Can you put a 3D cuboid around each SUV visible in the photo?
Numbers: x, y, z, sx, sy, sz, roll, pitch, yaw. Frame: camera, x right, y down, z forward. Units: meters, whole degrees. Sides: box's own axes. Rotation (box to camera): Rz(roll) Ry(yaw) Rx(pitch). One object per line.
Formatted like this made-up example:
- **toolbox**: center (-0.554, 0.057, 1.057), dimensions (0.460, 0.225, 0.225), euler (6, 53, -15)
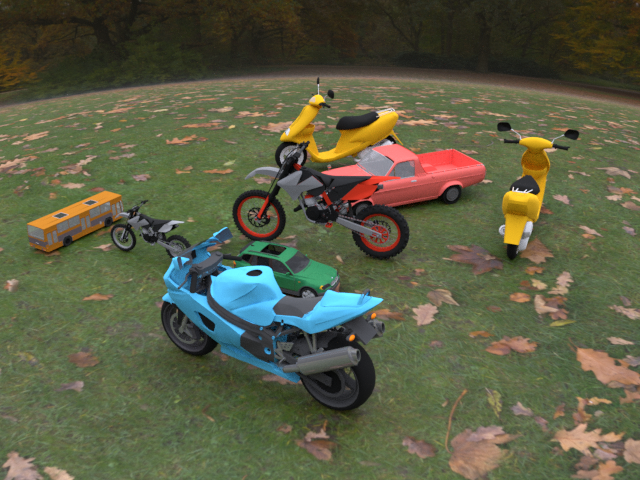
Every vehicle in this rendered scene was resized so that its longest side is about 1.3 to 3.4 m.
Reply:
- **SUV**: center (-0.494, 0.419, 10.045), dimensions (1.572, 0.580, 0.656), euler (11, 28, 22)

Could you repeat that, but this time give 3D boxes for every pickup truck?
- **pickup truck**: center (1.499, -1.199, 12.914), dimensions (3.117, 0.993, 1.244), euler (-11, 28, -22)

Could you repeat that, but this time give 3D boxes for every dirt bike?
- **dirt bike**: center (-2.649, -0.122, 10.844), dimensions (1.493, 0.857, 0.527), euler (10, 28, 20)
- **dirt bike**: center (-0.032, -0.583, 10.869), dimensions (2.903, 1.666, 1.024), euler (7, 27, 15)

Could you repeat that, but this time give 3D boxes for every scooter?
- **scooter**: center (0.404, -2.330, 14.339), dimensions (2.721, 1.786, 1.288), euler (-6, 26, -12)
- **scooter**: center (3.390, -0.909, 11.405), dimensions (1.288, 1.786, 2.721), euler (10, 28, 20)

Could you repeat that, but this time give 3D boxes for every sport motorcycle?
- **sport motorcycle**: center (-0.663, 0.905, 7.873), dimensions (2.955, 1.596, 0.983), euler (14, 29, 27)

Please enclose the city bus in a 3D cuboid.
- **city bus**: center (-4.038, -0.310, 11.689), dimensions (0.476, 0.460, 1.674), euler (15, 30, 28)
